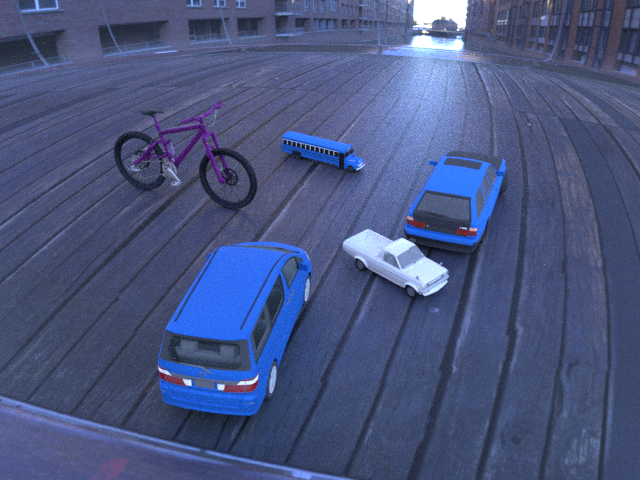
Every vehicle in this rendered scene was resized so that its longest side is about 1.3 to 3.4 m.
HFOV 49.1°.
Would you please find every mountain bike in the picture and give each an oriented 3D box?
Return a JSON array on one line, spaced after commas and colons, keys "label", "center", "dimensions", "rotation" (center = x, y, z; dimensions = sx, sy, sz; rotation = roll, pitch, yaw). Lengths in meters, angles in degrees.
[{"label": "mountain bike", "center": [-2.345, -1.459, 11.811], "dimensions": [2.857, 1.688, 1.114], "rotation": [13, 33, 21]}]

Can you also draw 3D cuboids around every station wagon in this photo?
[{"label": "station wagon", "center": [2.337, -0.884, 11.588], "dimensions": [1.327, 0.920, 3.105], "rotation": [11, 32, 18]}]

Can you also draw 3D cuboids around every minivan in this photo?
[{"label": "minivan", "center": [-0.910, 0.765, 8.504], "dimensions": [1.324, 1.197, 3.011], "rotation": [6, 31, 10]}]

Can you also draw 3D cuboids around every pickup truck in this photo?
[{"label": "pickup truck", "center": [1.064, 0.264, 10.036], "dimensions": [0.640, 0.511, 1.603], "rotation": [-26, 39, -36]}]

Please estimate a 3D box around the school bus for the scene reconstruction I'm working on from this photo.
[{"label": "school bus", "center": [0.056, -1.704, 13.467], "dimensions": [1.708, 0.434, 0.365], "rotation": [17, 34, 27]}]
